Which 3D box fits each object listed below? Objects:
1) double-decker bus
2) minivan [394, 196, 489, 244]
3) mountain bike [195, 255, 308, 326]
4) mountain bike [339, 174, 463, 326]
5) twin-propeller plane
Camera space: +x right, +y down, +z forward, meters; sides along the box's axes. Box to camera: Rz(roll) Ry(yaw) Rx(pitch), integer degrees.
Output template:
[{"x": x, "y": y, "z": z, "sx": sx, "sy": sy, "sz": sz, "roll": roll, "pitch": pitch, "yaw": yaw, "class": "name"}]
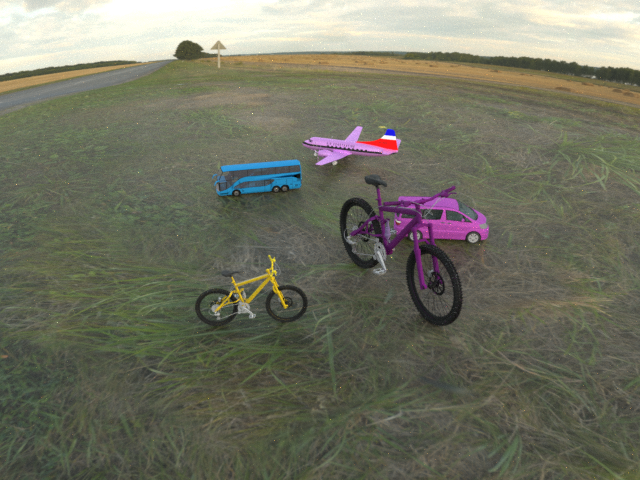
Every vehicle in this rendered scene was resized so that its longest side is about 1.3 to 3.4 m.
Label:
[{"x": -1.182, "y": -1.171, "z": 13.252, "sx": 1.672, "sy": 0.541, "sz": 0.389, "roll": -6, "pitch": 27, "yaw": -13, "class": "double-decker bus"}, {"x": 2.003, "y": -0.354, "z": 11.531, "sx": 1.548, "sy": 0.616, "sz": 0.681, "roll": 2, "pitch": 27, "yaw": 4, "class": "minivan"}, {"x": -0.892, "y": 0.722, "z": 9.090, "sx": 1.469, "sy": 0.868, "sz": 0.573, "roll": -2, "pitch": 27, "yaw": -5, "class": "mountain bike"}, {"x": 1.035, "y": -0.024, "z": 9.667, "sx": 1.114, "sy": 1.688, "sz": 2.857, "roll": -14, "pitch": 30, "yaw": -26, "class": "mountain bike"}, {"x": 0.611, "y": -2.046, "z": 14.727, "sx": 2.129, "sy": 0.792, "sz": 2.663, "roll": 10, "pitch": 28, "yaw": 19, "class": "twin-propeller plane"}]
